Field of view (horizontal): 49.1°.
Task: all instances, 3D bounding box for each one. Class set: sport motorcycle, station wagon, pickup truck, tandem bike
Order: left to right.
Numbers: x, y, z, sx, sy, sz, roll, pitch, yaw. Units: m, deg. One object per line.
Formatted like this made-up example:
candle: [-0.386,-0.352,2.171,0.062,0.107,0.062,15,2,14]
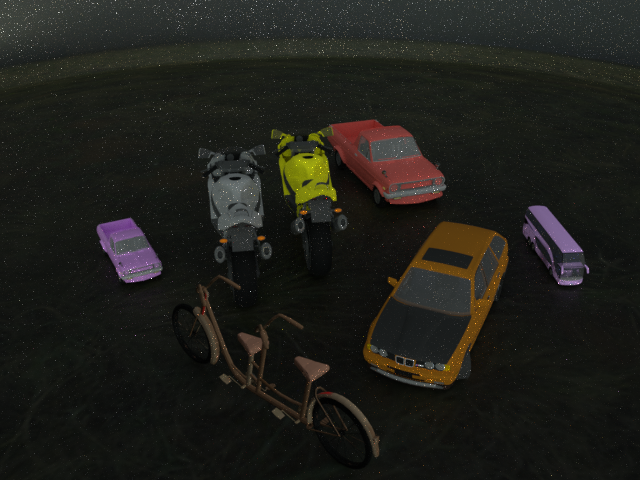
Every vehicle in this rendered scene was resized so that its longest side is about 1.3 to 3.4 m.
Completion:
pickup truck: [-2.855,0.090,10.401,0.640,0.511,1.603,-14,31,-25]
sport motorcycle: [-1.176,-0.313,10.003,0.983,1.596,2.955,-4,29,-8]
tandem bike: [-0.619,1.263,7.353,3.192,1.326,0.550,24,37,37]
sport motorcycle: [-0.171,-0.695,10.716,0.983,1.596,2.955,-4,28,-7]
pickup truck: [1.150,-1.602,13.045,1.244,0.993,3.117,-9,30,-17]
station wagon: [1.568,0.647,8.930,1.327,0.920,3.105,12,31,22]

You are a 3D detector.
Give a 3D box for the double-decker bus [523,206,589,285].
double-decker bus: [3.460,0.076,10.396,0.389,0.541,1.672,-2,28,-4]
